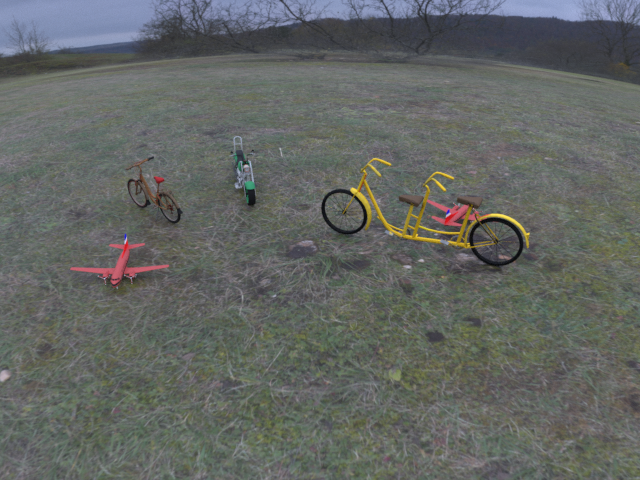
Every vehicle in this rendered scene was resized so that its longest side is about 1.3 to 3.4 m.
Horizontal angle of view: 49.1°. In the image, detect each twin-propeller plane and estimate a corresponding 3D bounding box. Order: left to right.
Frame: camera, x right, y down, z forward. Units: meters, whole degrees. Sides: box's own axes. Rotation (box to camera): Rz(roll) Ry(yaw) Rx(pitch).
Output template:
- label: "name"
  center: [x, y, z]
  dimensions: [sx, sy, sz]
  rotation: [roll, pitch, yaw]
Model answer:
- label: "twin-propeller plane"
  center: [-2.817, 0.310, 9.907]
  dimensions: [1.370, 0.407, 1.095]
  rotation: [-1, 29, -3]
- label: "twin-propeller plane"
  center: [2.269, -0.471, 11.330]
  dimensions: [1.370, 0.407, 1.095]
  rotation: [19, 34, 31]

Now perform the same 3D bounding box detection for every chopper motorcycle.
- label: "chopper motorcycle"
  center: [-1.338, -1.233, 12.350]
  dimensions: [0.466, 0.761, 1.563]
  rotation: [-7, 30, -13]

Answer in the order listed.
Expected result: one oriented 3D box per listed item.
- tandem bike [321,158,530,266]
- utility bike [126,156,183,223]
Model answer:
- label: "tandem bike"
  center: [1.480, -0.432, 10.304]
  dimensions: [3.192, 1.326, 0.550]
  rotation: [12, 31, 21]
- label: "utility bike"
  center: [-2.760, -0.800, 11.369]
  dimensions: [1.435, 0.946, 0.535]
  rotation: [23, 36, 35]
